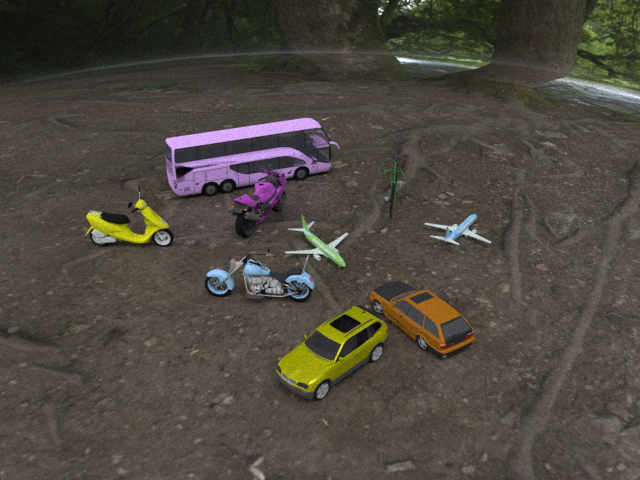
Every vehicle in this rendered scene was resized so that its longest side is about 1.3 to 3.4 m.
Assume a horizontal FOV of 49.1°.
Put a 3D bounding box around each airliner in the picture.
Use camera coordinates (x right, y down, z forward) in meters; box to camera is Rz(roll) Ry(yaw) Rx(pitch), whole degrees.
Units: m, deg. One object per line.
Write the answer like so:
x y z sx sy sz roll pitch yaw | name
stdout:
0.032 0.020 10.970 1.161 0.429 1.307 -17 33 -28 | airliner
2.317 -0.260 11.470 1.161 0.429 1.307 18 34 29 | airliner

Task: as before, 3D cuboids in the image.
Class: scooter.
-3.034 -0.304 11.048 1.399 0.919 0.662 1 29 1 | scooter

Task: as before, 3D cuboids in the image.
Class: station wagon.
1.313 0.939 9.283 0.682 0.473 1.597 -18 34 -28 | station wagon

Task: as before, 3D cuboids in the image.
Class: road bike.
1.316 -1.027 12.408 0.358 0.852 1.545 4 30 8 | road bike

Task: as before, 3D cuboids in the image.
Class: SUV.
0.171 1.315 8.502 0.656 0.580 1.572 26 38 38 | SUV

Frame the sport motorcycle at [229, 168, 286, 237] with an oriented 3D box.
-0.988 -0.644 11.755 0.506 0.821 1.520 14 32 24 | sport motorcycle

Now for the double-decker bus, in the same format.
-1.256 -1.586 13.202 3.251 1.052 0.756 -12 31 -20 | double-decker bus

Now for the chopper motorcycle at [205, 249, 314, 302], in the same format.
-0.853 0.494 9.785 1.563 0.761 0.466 4 29 7 | chopper motorcycle
